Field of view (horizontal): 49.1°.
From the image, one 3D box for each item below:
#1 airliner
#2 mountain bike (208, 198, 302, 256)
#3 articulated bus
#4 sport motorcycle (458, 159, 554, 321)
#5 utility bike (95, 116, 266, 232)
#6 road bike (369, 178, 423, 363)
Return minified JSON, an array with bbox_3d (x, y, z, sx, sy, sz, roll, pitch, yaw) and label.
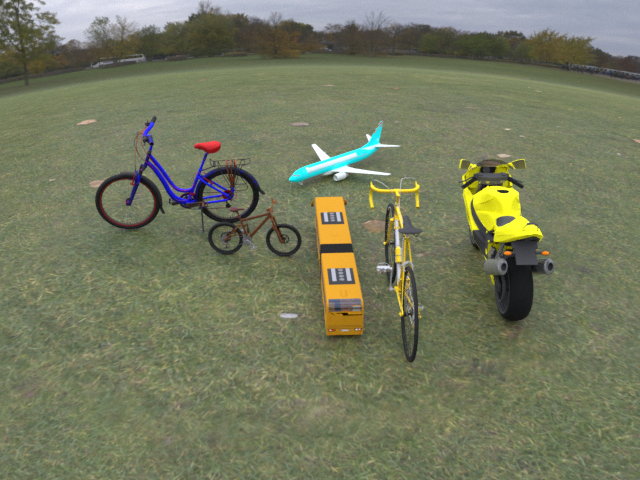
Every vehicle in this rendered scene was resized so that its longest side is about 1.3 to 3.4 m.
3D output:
[{"bbox_3d":[0.378,-1.724,13.908,2.541,0.835,2.257,-22,34,-36],"label":"airliner"},{"bbox_3d":[-1.018,-0.148,10.821,1.469,0.868,0.573,2,27,4],"label":"mountain bike"},{"bbox_3d":[0.236,0.256,10.372,0.605,0.561,3.401,-1,27,-3],"label":"articulated bus"},{"bbox_3d":[2.553,-0.128,9.989,0.983,1.596,2.955,0,27,-1],"label":"sport motorcycle"},{"bbox_3d":[-2.285,-0.989,11.391,2.791,1.839,1.039,-4,28,-8],"label":"utility bike"},{"bbox_3d":[1.052,0.253,9.185,0.697,1.656,3.004,-1,27,-1],"label":"road bike"}]
